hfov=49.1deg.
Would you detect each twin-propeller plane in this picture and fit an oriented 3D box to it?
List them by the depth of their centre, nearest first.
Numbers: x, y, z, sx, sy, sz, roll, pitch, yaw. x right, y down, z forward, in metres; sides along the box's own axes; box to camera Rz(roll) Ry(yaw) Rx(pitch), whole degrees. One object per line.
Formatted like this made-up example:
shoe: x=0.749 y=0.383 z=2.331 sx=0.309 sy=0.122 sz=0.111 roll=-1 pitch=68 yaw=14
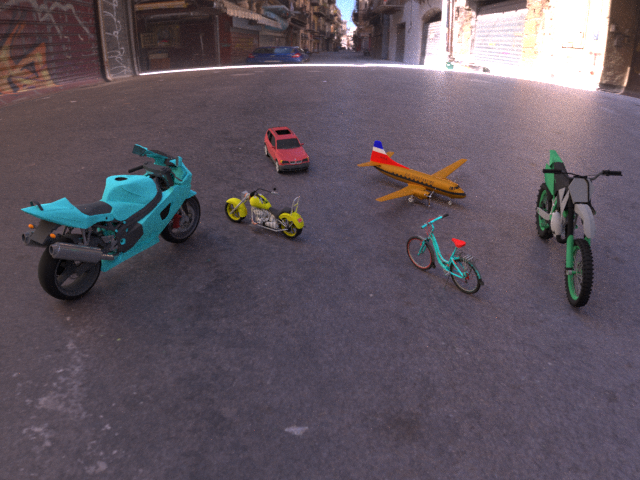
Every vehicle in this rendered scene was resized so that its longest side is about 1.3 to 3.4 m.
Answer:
twin-propeller plane: x=1.728 y=-1.207 z=12.586 sx=2.129 sy=0.792 sz=2.663 roll=23 pitch=35 yaw=37

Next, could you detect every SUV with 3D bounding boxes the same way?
SUV: x=-0.690 y=-1.844 z=14.049 sx=0.656 sy=0.580 sz=1.572 roll=-8 pitch=28 yaw=-15

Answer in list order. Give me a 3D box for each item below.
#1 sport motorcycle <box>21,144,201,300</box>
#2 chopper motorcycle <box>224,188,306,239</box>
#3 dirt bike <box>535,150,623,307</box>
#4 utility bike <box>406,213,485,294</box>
sport motorcycle: x=-2.799 y=-0.302 z=9.955 sx=0.983 sy=1.596 sz=2.955 roll=18 pitch=32 yaw=31
chopper motorcycle: x=-0.920 y=-0.502 z=11.253 sx=1.563 sy=0.761 sz=0.466 roll=18 pitch=32 yaw=31
dirt bike: x=3.509 y=-0.345 z=9.963 sx=1.024 sy=1.666 sz=2.903 roll=2 pitch=27 yaw=4
utility bike: x=1.692 y=0.187 z=9.718 sx=0.535 sy=0.946 sz=1.435 roll=-21 pitch=34 yaw=-34
